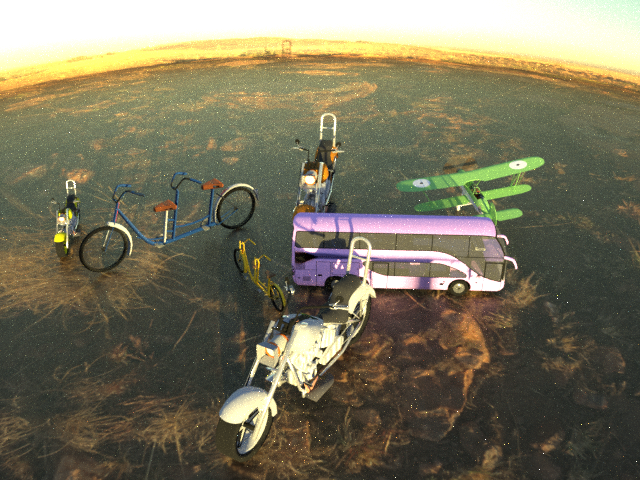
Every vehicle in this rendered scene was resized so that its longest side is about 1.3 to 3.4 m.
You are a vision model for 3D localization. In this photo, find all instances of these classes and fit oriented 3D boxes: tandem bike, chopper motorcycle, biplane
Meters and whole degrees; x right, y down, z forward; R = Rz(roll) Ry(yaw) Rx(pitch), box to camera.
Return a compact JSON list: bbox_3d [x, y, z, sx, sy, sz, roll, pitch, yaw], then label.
[{"bbox_3d":[-0.913,0.459,10.250,0.283,0.682,1.642,-17,33,-27],"label":"tandem bike"},{"bbox_3d":[-0.192,1.175,8.162,0.906,1.480,3.040,17,34,27],"label":"chopper motorcycle"},{"bbox_3d":[2.661,-0.760,12.113,2.598,0.981,2.120,-3,29,-6],"label":"biplane"},{"bbox_3d":[-4.214,-0.366,11.636,0.466,0.761,1.563,-4,30,-7],"label":"chopper motorcycle"},{"bbox_3d":[-2.334,-0.444,11.199,3.192,1.326,0.550,-20,35,-32],"label":"tandem bike"},{"bbox_3d":[-0.071,-1.040,12.103,0.906,1.480,3.040,5,30,8],"label":"chopper motorcycle"}]

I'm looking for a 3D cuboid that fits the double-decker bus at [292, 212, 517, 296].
[{"bbox_3d":[1.203,0.189,10.352,3.251,1.052,0.756,1,29,3],"label":"double-decker bus"}]
